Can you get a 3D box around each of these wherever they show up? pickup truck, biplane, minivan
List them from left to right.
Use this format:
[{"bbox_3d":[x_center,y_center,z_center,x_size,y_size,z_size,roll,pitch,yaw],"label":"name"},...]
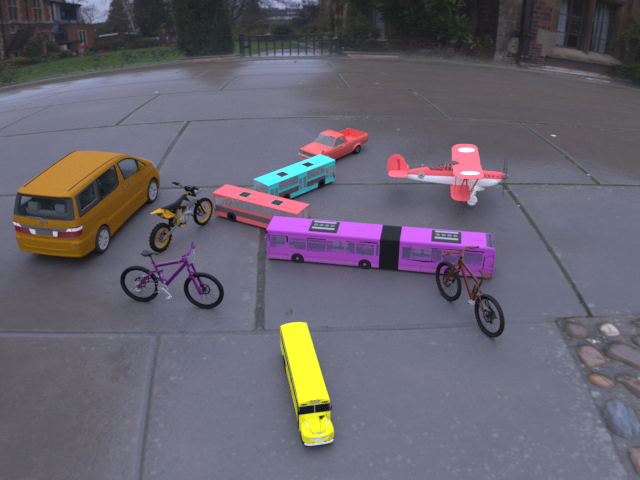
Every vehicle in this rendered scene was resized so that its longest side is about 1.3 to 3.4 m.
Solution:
[{"bbox_3d":[-3.693,-0.803,11.421,1.324,1.197,3.011,6,29,11],"label":"minivan"},{"bbox_3d":[0.291,-1.955,14.230,0.640,0.511,1.603,23,36,36],"label":"pickup truck"},{"bbox_3d":[2.238,-1.163,12.300,2.120,0.981,2.598,5,29,8],"label":"biplane"}]

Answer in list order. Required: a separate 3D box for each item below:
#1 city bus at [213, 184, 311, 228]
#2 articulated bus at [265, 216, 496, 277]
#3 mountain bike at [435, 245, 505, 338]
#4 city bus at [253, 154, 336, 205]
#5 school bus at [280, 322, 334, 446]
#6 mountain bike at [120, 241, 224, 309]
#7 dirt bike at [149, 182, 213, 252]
[{"bbox_3d":[-0.977,-0.484,11.605,1.674,0.460,0.476,15,32,25],"label":"city bus"},{"bbox_3d":[0.861,0.092,10.452,3.401,0.561,0.605,5,29,9],"label":"articulated bus"},{"bbox_3d":[1.954,0.627,9.159,0.573,0.868,1.469,-13,31,-22],"label":"mountain bike"},{"bbox_3d":[-0.439,-1.070,12.672,1.674,0.460,0.476,-26,38,-38],"label":"city bus"},{"bbox_3d":[-0.164,1.583,7.870,0.365,0.434,1.708,-5,29,-9],"label":"school bus"},{"bbox_3d":[-2.006,0.505,9.381,1.469,0.868,0.573,5,29,9],"label":"mountain bike"},{"bbox_3d":[-2.198,-0.425,11.085,0.527,0.857,1.493,16,33,27],"label":"dirt bike"}]
